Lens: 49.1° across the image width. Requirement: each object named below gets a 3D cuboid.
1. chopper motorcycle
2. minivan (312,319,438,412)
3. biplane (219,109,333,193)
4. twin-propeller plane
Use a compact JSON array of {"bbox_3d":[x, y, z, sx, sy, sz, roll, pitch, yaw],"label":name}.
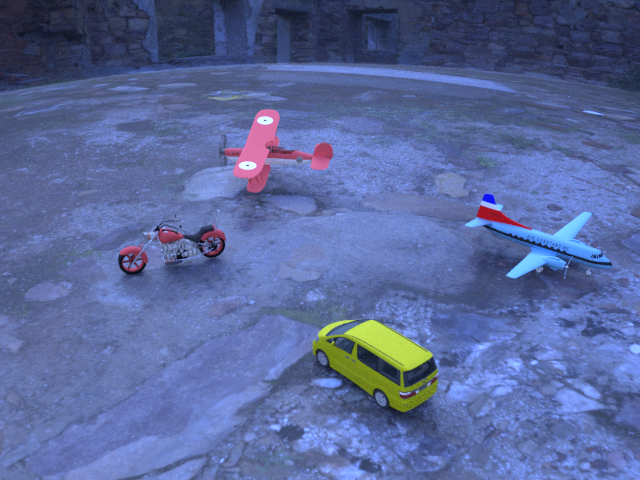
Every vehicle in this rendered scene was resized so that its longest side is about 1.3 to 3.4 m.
[{"bbox_3d":[-2.116,0.024,10.044,1.563,0.761,0.466,-10,29,-19],"label":"chopper motorcycle"},{"bbox_3d":[0.573,1.272,7.776,0.681,0.616,1.548,-22,34,-36],"label":"minivan"},{"bbox_3d":[-0.820,-1.529,12.825,2.120,0.981,2.598,3,27,6],"label":"biplane"},{"bbox_3d":[3.228,-0.078,10.208,2.129,0.792,2.663,21,34,35],"label":"twin-propeller plane"}]
